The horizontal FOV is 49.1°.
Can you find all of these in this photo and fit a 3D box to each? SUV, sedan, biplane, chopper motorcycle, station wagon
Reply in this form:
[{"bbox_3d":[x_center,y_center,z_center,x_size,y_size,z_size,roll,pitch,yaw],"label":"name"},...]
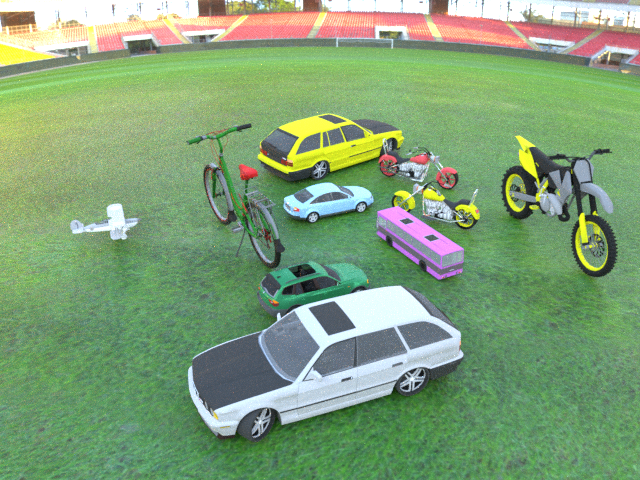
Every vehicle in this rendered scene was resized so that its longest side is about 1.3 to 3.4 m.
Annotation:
[{"bbox_3d":[-0.071,0.605,9.504,1.572,0.580,0.656,-14,31,-25],"label":"SUV"},{"bbox_3d":[0.165,-0.711,12.071,1.613,0.483,0.635,-13,31,-22],"label":"sedan"},{"bbox_3d":[-3.402,-0.242,11.170,1.090,0.504,1.336,-9,29,-16],"label":"biplane"},{"bbox_3d":[1.920,-0.652,11.665,1.563,0.761,0.466,17,33,29],"label":"chopper motorcycle"},{"bbox_3d":[1.838,-1.427,13.115,1.563,0.761,0.466,13,31,23],"label":"chopper motorcycle"},{"bbox_3d":[0.295,-2.011,14.039,3.105,0.920,1.327,-21,34,-33],"label":"station wagon"},{"bbox_3d":[0.063,1.261,7.915,3.105,0.920,1.327,-11,30,-20],"label":"station wagon"}]

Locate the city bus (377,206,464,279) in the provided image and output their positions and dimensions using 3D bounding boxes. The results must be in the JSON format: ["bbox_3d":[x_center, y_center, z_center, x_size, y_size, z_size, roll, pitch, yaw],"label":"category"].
[{"bbox_3d":[1.491,0.038,10.692,0.476,0.460,1.674,-15,31,-26],"label":"city bus"}]

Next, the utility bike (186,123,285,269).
[{"bbox_3d":[-1.327,-0.712,10.632,1.039,1.839,2.791,-16,32,-27],"label":"utility bike"}]

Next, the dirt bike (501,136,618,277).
[{"bbox_3d":[3.658,-0.686,10.768,1.024,1.666,2.903,-8,29,-15],"label":"dirt bike"}]
